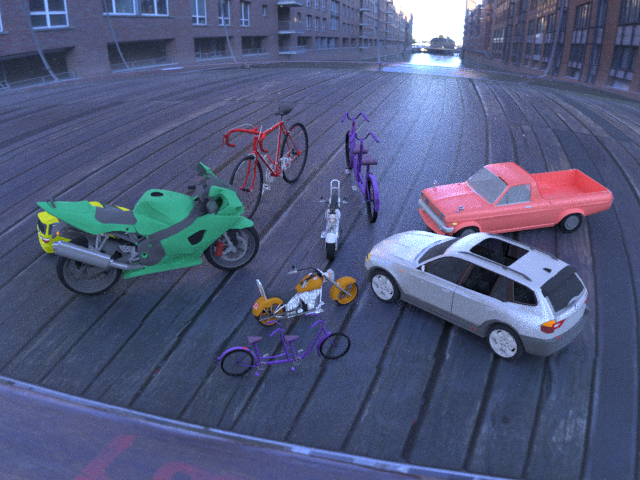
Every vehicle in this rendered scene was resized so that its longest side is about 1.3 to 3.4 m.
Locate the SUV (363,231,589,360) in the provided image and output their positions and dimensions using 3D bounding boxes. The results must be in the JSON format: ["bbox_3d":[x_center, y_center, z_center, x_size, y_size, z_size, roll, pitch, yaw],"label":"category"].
[{"bbox_3d":[1.999,0.488,9.318,3.058,1.128,1.276,24,37,37],"label":"SUV"}]

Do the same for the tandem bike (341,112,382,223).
[{"bbox_3d":[0.735,-1.443,12.691,0.550,1.326,3.192,-3,29,-6],"label":"tandem bike"}]

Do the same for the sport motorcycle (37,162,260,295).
[{"bbox_3d":[-2.310,-0.100,9.915,2.955,1.596,0.983,-9,30,-17],"label":"sport motorcycle"}]

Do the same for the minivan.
[{"bbox_3d":[-3.704,-0.257,11.240,1.548,0.616,0.681,-16,32,-27],"label":"minivan"}]

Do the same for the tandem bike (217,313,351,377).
[{"bbox_3d":[-0.416,1.256,8.366,1.642,0.682,0.283,-7,29,-13],"label":"tandem bike"}]

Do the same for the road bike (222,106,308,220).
[{"bbox_3d":[-0.862,-1.458,12.370,0.697,1.656,3.004,12,31,21],"label":"road bike"}]

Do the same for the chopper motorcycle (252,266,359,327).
[{"bbox_3d":[-0.173,0.682,9.345,1.563,0.761,0.466,-15,32,-25],"label":"chopper motorcycle"}]

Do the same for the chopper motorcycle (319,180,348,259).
[{"bbox_3d":[0.206,-0.343,11.246,0.466,0.761,1.563,2,28,3],"label":"chopper motorcycle"}]

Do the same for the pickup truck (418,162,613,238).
[{"bbox_3d":[3.253,-0.716,11.693,3.117,0.993,1.244,-7,29,-13],"label":"pickup truck"}]
